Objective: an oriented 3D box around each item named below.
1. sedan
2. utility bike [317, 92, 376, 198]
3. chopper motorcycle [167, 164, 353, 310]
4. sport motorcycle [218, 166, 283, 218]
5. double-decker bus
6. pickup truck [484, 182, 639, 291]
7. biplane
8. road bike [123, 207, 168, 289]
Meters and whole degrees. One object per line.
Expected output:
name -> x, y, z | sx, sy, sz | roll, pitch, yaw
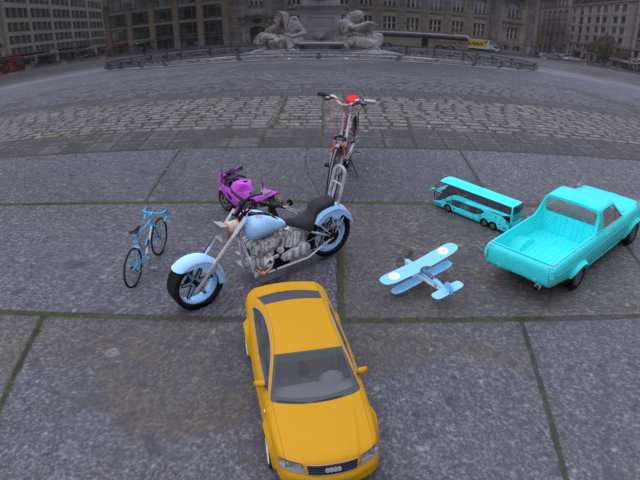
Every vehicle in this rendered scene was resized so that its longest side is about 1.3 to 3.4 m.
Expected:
sedan -> -0.173, 1.410, 7.894 | 1.235, 0.940, 3.137 | -6, 30, -10
utility bike -> 0.530, -1.909, 12.941 | 1.039, 1.839, 2.791 | 6, 30, 10
chopper motorcycle -> -0.787, -0.076, 10.012 | 3.040, 1.480, 0.906 | -20, 35, -31
sport motorcycle -> -1.226, -0.702, 11.817 | 1.520, 0.821, 0.506 | 25, 38, 38
double-decker bus -> 2.654, -0.630, 11.975 | 0.389, 0.541, 1.672 | -25, 38, -37
pickup truck -> 3.822, -0.183, 10.706 | 1.244, 0.993, 3.117 | 26, 38, 38
biplane -> 1.505, 0.524, 9.937 | 1.336, 0.504, 1.090 | -17, 33, -28
road bike -> -2.592, 0.064, 10.406 | 0.358, 0.852, 1.545 | 6, 30, 10
